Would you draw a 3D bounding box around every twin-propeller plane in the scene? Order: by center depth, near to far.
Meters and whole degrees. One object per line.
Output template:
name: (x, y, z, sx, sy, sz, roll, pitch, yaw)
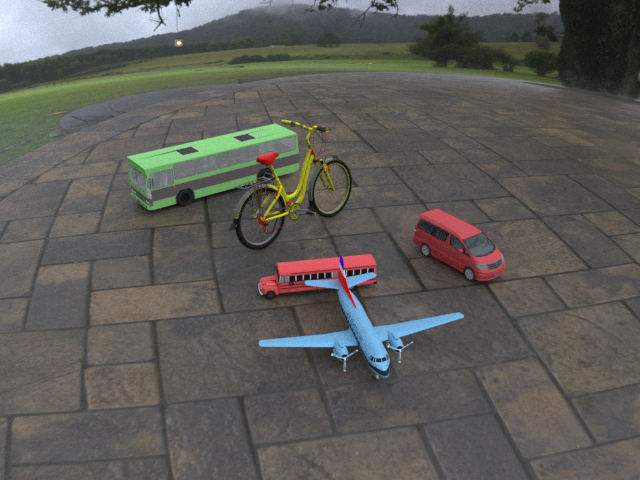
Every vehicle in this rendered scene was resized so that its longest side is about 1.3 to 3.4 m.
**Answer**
twin-propeller plane: (0.505, 0.975, 8.896, 2.663, 0.792, 2.129, -6, 28, -12)

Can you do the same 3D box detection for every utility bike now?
utility bike: (-0.489, -0.991, 11.538, 1.039, 1.839, 2.791, 24, 36, 38)

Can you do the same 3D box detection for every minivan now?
minivan: (2.156, 0.068, 10.828, 0.681, 0.616, 1.548, -19, 33, -31)

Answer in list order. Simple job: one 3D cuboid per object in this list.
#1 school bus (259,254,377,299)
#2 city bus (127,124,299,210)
school bus: (-0.039, 0.521, 10.155, 1.708, 0.434, 0.365, -5, 28, -10)
city bus: (-1.960, -1.403, 13.349, 3.255, 0.894, 0.926, -19, 33, -32)
